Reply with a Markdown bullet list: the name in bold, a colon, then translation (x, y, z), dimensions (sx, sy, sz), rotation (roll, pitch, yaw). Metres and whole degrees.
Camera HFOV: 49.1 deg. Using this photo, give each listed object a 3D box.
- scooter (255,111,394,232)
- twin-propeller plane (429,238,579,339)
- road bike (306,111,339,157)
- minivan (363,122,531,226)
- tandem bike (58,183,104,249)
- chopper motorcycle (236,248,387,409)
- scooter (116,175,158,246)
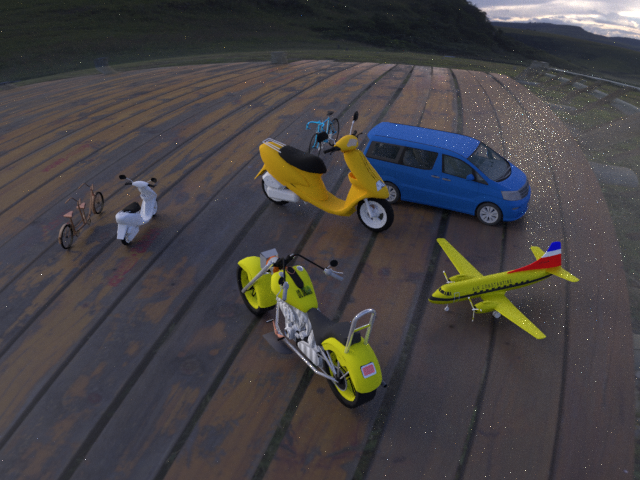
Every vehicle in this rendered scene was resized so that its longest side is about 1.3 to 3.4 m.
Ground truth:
- **scooter**: translation (0.037, -1.192, 11.749), dimensions (2.721, 1.786, 1.288), rotation (17, 34, 27)
- **twin-propeller plane**: translation (2.479, 0.516, 9.762), dimensions (2.129, 0.792, 2.663), rotation (-10, 31, -17)
- **road bike**: translation (0.094, -2.188, 14.433), dimensions (0.358, 0.852, 1.545), rotation (13, 32, 21)
- **minivan**: translation (2.219, -1.227, 12.404), dimensions (3.011, 1.197, 1.324), rotation (14, 33, 23)
- **tandem bike**: translation (-3.949, -0.458, 11.578), dimensions (0.283, 0.682, 1.642), rotation (4, 30, 7)
- **chopper motorcycle**: translation (-0.252, 0.797, 8.578), dimensions (0.906, 1.480, 3.040), rotation (-18, 34, -28)
- **scooter**: translation (-3.009, -0.562, 11.521), dimensions (0.662, 0.919, 1.399), rotation (6, 30, 10)
